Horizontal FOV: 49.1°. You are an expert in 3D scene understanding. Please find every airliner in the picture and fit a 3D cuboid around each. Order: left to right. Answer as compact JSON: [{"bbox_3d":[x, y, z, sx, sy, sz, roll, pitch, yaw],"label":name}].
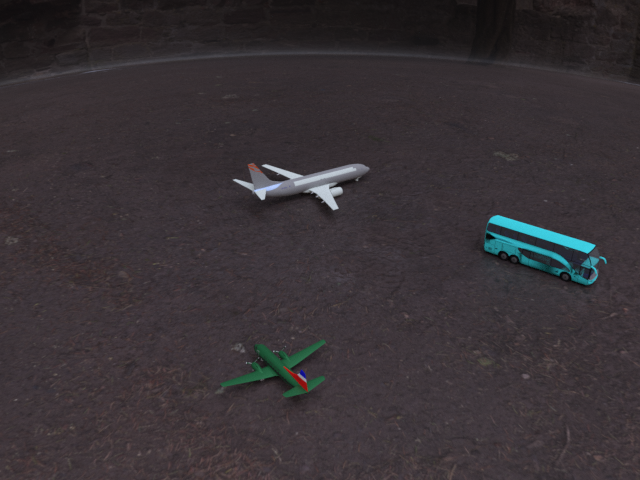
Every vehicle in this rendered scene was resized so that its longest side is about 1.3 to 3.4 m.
[{"bbox_3d":[-0.147,-1.170,12.028,2.541,0.835,2.257,-18,33,-30],"label":"airliner"}]

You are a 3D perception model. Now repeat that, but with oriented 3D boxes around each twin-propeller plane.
[{"bbox_3d":[-0.444,1.374,7.742,1.370,0.407,1.095,-19,33,-31],"label":"twin-propeller plane"}]

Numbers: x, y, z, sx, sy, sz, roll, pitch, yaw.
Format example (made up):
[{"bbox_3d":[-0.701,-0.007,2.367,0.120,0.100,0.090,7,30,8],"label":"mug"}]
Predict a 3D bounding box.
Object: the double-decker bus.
[{"bbox_3d":[3.143,0.143,9.894,1.672,0.541,0.389,21,35,34],"label":"double-decker bus"}]
